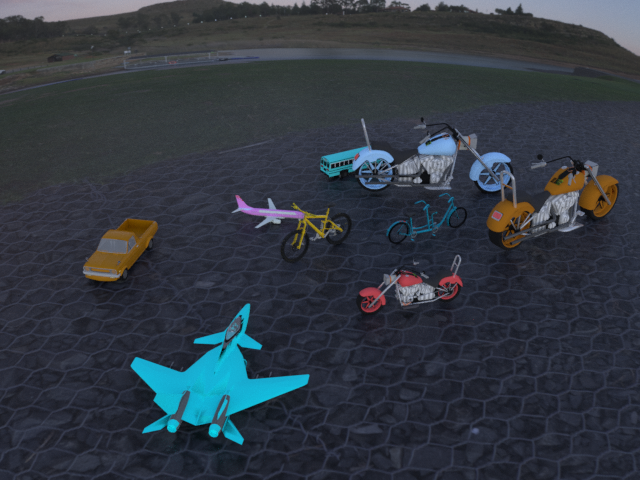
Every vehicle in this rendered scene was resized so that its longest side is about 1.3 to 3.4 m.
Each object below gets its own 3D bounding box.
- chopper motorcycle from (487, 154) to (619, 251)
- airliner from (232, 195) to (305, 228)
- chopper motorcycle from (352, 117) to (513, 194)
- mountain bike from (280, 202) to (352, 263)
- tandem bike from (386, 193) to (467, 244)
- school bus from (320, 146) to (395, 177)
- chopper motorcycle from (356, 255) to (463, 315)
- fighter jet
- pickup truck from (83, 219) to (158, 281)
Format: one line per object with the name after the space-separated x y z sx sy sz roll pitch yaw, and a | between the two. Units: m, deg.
3.986 -0.757 11.645 3.040 1.480 0.906 -18 34 -29 | chopper motorcycle
-0.867 -0.563 12.377 1.307 0.429 1.161 4 29 6 | airliner
2.130 -1.565 13.097 3.040 1.480 0.906 -1 29 -1 | chopper motorcycle
-0.045 -0.179 11.236 1.469 0.868 0.573 -22 36 -34 | mountain bike
1.822 -0.370 11.771 1.642 0.682 0.283 -14 32 -23 | tandem bike
0.823 -1.634 14.297 1.708 0.434 0.365 -16 33 -27 | school bus
1.279 0.632 9.888 1.563 0.761 0.466 -7 30 -12 | chopper motorcycle
-1.212 1.389 8.737 2.229 0.557 2.640 4 29 8 | fighter jet
-3.143 0.089 11.121 0.640 0.511 1.603 6 30 10 | pickup truck
